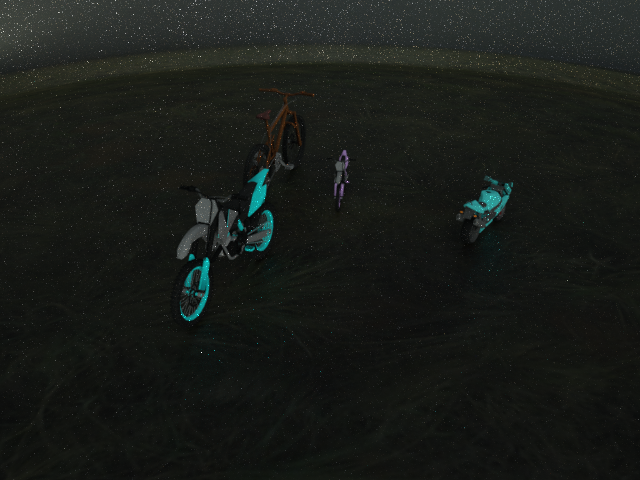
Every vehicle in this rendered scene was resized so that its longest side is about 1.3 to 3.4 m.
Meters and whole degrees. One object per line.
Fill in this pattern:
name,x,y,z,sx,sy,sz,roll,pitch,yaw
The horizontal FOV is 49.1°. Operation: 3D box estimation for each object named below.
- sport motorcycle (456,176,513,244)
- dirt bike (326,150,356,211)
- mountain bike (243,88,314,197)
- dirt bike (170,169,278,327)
sport motorcycle,2.734,-0.503,11.555,0.506,0.821,1.520,20,34,33
dirt bike,0.396,-1.147,12.740,0.527,0.857,1.493,3,28,6
mountain bike,-0.805,-1.840,13.165,1.114,1.688,2.857,9,29,17
dirt bike,-1.272,-0.056,9.799,1.024,1.666,2.903,11,30,20
